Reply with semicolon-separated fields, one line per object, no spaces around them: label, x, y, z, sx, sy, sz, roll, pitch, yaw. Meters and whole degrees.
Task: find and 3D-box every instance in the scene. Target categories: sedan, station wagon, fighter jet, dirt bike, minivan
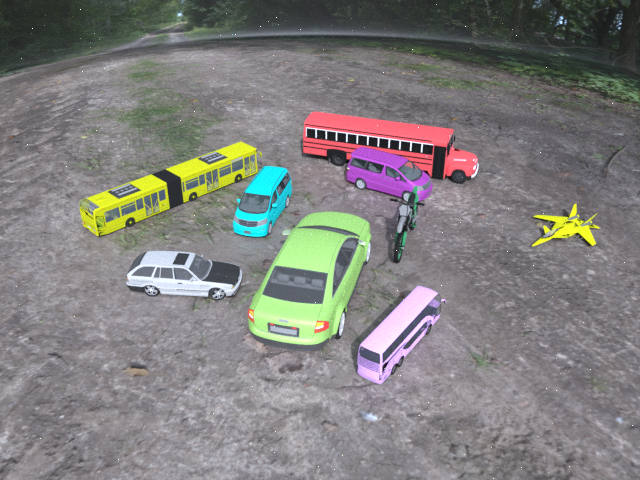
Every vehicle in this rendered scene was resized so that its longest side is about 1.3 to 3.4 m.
sedan;-0.052;0.332;9.685;1.235;0.940;3.137;8;32;13
station wagon;-1.907;0.463;9.918;1.597;0.473;0.682;3;32;5
fighter jet;3.834;-0.191;11.168;1.358;0.286;1.147;-21;37;-31
dirt bike;1.350;-0.301;10.801;0.527;0.857;1.493;10;33;15
minivan;-0.944;-0.649;11.601;0.681;0.616;1.548;8;32;13
minivan;1.249;-1.176;12.464;1.548;0.616;0.681;18;36;27

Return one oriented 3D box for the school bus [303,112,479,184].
school bus;1.332;-1.778;13.229;3.322;0.844;0.709;10;33;16

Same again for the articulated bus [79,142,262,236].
articulated bus;-2.484;-0.945;12.139;0.605;0.561;3.401;27;41;37

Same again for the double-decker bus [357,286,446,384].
double-decker bus;1.033;1.133;8.757;0.389;0.541;1.672;20;37;29
